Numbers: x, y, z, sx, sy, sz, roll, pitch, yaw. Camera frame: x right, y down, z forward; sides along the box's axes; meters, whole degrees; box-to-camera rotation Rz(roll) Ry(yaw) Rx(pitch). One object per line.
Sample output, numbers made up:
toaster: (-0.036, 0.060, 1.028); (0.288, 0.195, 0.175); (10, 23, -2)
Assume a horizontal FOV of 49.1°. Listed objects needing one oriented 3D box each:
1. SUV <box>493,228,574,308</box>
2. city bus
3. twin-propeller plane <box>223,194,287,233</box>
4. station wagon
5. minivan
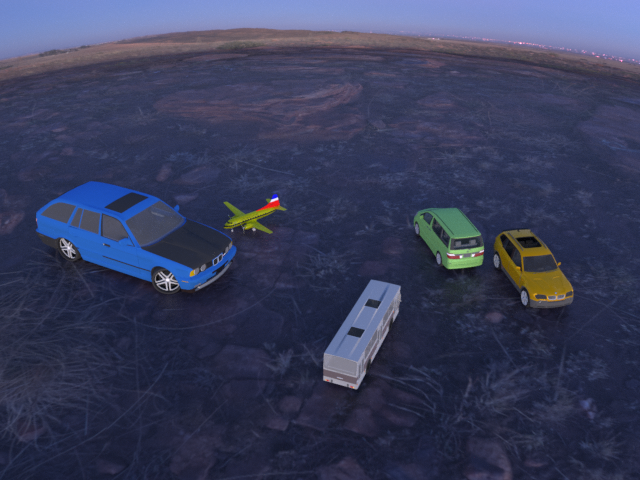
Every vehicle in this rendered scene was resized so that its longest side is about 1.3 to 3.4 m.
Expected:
SUV: (2.949, 0.359, 9.764); (0.656, 0.580, 1.572); (-5, 30, -9)
city bus: (0.541, 1.127, 8.534); (0.476, 0.460, 1.674); (11, 32, 19)
twin-propeller plane: (-1.098, -0.430, 11.328); (1.095, 0.407, 1.370); (-21, 36, -33)
station wagon: (-2.731, -0.140, 10.298); (3.105, 0.920, 1.327); (15, 33, 25)
minivan: (1.925, -0.138, 10.603); (0.681, 0.616, 1.548); (-6, 30, -11)
